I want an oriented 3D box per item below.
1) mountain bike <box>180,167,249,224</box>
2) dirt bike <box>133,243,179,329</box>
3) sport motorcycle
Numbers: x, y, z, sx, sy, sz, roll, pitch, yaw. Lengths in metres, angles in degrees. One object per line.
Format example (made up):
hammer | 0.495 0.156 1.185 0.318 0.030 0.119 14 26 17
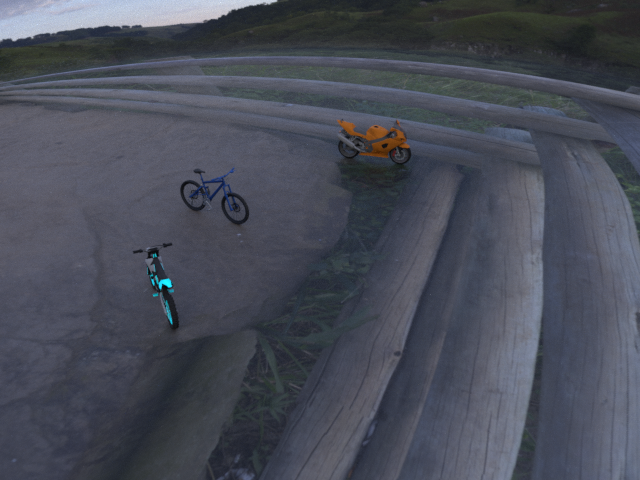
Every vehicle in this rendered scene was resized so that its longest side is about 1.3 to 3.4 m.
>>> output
mountain bike | -1.790 -0.774 11.707 1.469 0.868 0.573 18 34 28
dirt bike | -2.164 0.536 9.430 0.527 0.857 1.493 -13 32 -22
sport motorcycle | 1.062 -1.946 13.802 1.520 0.821 0.506 9 31 15
